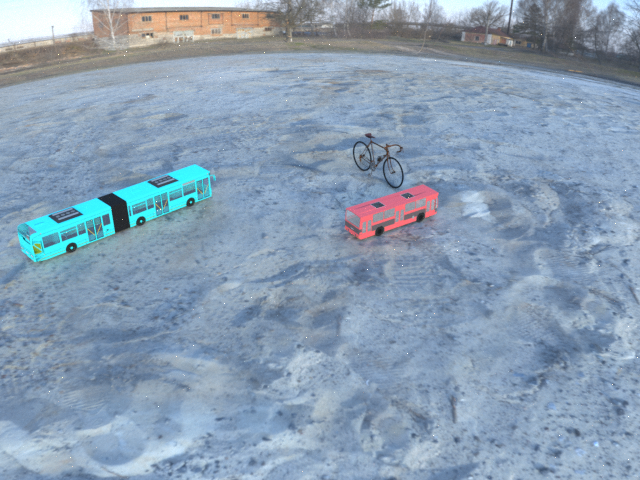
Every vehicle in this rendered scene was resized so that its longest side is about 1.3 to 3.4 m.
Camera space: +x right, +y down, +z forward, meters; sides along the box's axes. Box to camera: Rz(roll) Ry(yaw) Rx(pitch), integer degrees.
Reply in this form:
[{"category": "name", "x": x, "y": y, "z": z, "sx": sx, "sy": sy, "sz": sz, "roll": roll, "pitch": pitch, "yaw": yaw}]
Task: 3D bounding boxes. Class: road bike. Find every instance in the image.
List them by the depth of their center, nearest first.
[{"category": "road bike", "x": 1.089, "y": -1.553, "z": 13.265, "sx": 0.358, "sy": 0.852, "sz": 1.545, "roll": -19, "pitch": 35, "yaw": -29}]

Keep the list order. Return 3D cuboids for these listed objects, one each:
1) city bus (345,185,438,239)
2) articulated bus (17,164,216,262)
[{"category": "city bus", "x": 1.217, "y": -0.463, "z": 11.749, "sx": 1.674, "sy": 0.460, "sz": 0.476, "roll": -18, "pitch": 34, "yaw": -29}, {"category": "articulated bus", "x": -3.288, "y": -0.511, "z": 11.731, "sx": 3.401, "sy": 0.561, "sz": 0.605, "roll": -26, "pitch": 39, "yaw": -38}]
